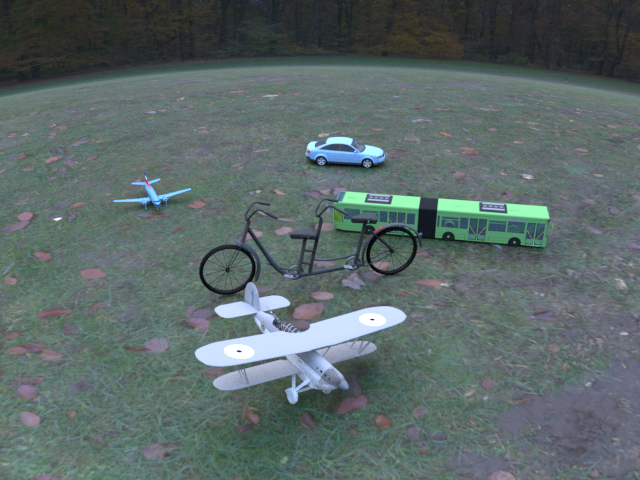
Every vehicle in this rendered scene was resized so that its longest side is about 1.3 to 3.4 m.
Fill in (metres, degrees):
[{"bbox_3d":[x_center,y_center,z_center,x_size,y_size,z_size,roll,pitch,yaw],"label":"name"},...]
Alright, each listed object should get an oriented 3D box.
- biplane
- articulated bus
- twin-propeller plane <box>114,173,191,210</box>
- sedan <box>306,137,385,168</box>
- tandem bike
[{"bbox_3d":[-0.292,1.128,7.861,2.598,0.981,2.120,-17,32,-31],"label":"biplane"},{"bbox_3d":[1.920,-0.343,11.225,3.401,0.561,0.605,5,27,10],"label":"articulated bus"},{"bbox_3d":[-2.986,-0.862,12.418,1.370,0.407,1.095,-11,29,-21],"label":"twin-propeller plane"},{"bbox_3d":[0.517,-1.805,14.192,1.613,0.483,0.635,4,27,7],"label":"sedan"},{"bbox_3d":[-0.076,0.038,9.629,3.192,1.326,0.550,-6,28,-12],"label":"tandem bike"}]
